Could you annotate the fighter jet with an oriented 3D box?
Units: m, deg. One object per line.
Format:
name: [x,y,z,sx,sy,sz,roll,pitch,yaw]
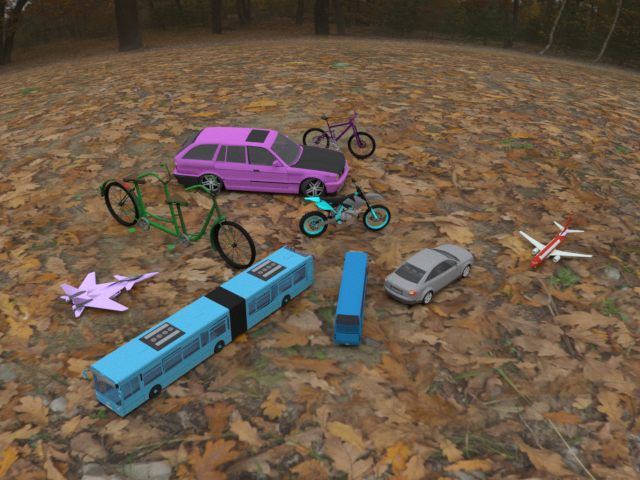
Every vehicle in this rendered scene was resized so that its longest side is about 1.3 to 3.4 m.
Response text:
fighter jet: [-2.869,0.609,9.754,1.358,0.286,1.147,-22,37,-32]

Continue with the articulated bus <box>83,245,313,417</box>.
articulated bus: [-1.329,1.013,8.797,0.605,0.561,3.401,22,37,32]

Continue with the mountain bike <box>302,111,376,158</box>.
mountain bike: [0.369,-2.033,13.666,1.469,0.868,0.573,7,31,11]

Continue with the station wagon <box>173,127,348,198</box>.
station wagon: [-1.035,-1.456,12.634,3.105,0.920,1.327,4,31,7]

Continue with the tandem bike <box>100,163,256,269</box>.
tandem bike: [-2.246,-0.495,10.604,3.192,1.326,0.550,19,35,28]

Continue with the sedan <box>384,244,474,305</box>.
sedan: [1.577,0.400,9.914,0.635,0.483,1.613,27,40,37]

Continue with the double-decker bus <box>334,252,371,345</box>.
double-decker bus: [0.435,0.719,9.316,0.389,0.541,1.672,3,31,6]

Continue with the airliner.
airliner: [3.509,0.029,10.597,1.161,0.429,1.307,23,38,34]

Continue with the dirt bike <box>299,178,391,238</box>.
dirt bike: [0.404,-0.470,11.024,1.493,0.857,0.527,-6,31,-10]
